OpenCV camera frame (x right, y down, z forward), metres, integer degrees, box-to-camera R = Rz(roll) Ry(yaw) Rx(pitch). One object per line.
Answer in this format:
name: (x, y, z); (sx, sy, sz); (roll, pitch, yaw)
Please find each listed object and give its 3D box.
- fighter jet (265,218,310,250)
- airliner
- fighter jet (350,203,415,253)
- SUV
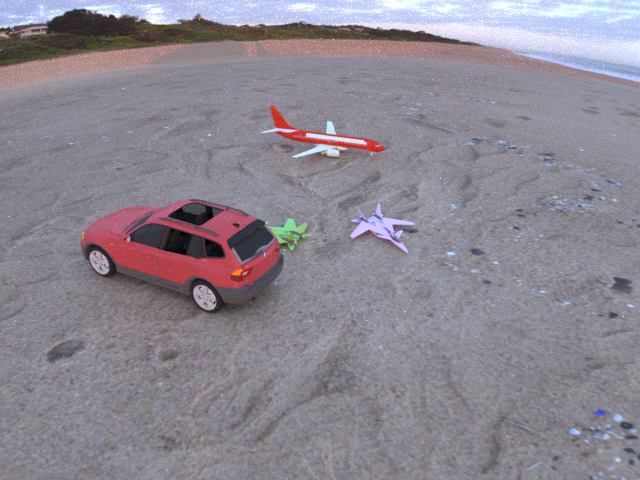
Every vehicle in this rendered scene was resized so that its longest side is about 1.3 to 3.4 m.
fighter jet: (-0.861, -0.205, 11.196); (1.358, 0.286, 1.147); (15, 32, 26)
airliner: (0.122, -2.238, 14.397); (2.541, 0.835, 2.257); (9, 30, 16)
fighter jet: (1.059, -0.175, 11.141); (1.147, 0.286, 1.358); (-12, 31, -21)
SUV: (-1.995, 0.024, 9.882); (3.058, 1.128, 1.276); (15, 32, 25)
